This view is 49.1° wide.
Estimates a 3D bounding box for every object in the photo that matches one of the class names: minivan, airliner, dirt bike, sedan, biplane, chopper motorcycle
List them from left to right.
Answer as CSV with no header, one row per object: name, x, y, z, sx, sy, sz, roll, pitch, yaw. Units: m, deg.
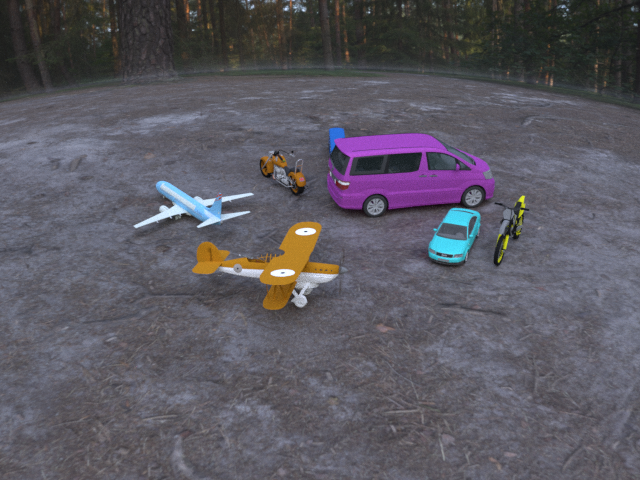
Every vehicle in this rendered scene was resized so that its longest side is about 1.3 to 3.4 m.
airliner,-2.286,-0.790,12.098,2.257,0.835,2.541,-19,33,-33
biplane,-0.665,0.360,9.682,2.120,0.981,2.598,4,27,8
chopper motorcycle,-0.735,-1.389,13.353,0.466,0.761,1.563,-16,31,-29
minivan,1.667,-1.254,12.608,3.011,1.197,1.324,-6,28,-11
sedan,2.163,-0.118,11.167,0.635,0.483,1.613,10,29,20
dirt bike,2.988,-0.211,10.938,0.527,0.857,1.493,14,30,25

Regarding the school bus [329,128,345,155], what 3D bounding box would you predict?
school bus,0.375,-1.889,14.694,0.365,0.434,1.708,0,27,-1
